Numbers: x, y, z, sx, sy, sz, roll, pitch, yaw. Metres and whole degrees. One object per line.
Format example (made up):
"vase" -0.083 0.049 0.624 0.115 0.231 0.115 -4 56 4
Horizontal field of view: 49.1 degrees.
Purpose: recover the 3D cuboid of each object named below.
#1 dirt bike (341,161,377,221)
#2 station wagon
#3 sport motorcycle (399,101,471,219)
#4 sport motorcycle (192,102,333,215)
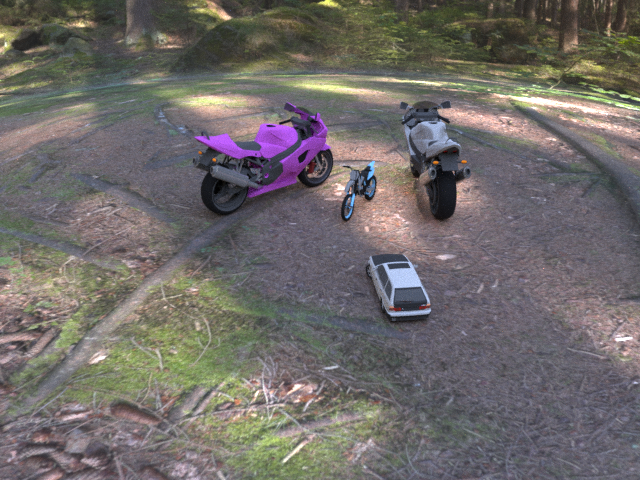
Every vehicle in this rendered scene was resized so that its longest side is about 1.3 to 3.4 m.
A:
"dirt bike" 0.707 -0.930 12.336 0.527 0.857 1.493 12 29 23
"station wagon" 1.081 0.549 9.774 0.682 0.473 1.597 -3 26 -6
"sport motorcycle" 2.026 -1.541 12.738 0.983 1.596 2.955 -2 26 -4
"sport motorcycle" -0.910 -1.467 12.588 2.955 1.596 0.983 -20 33 -35
